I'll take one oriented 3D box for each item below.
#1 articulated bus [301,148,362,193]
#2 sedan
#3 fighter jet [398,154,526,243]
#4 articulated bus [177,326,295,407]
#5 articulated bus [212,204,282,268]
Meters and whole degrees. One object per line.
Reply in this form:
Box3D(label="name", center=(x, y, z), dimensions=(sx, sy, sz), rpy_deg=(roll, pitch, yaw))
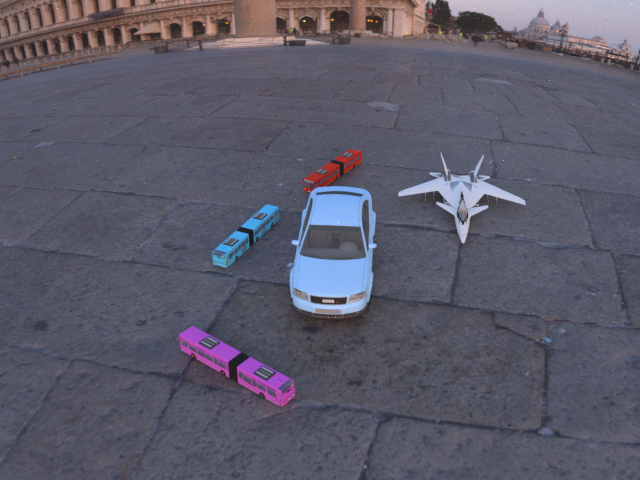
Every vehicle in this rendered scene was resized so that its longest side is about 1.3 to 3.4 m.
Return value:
Box3D(label="articulated bus", center=(0.263, -1.343, 13.488), dimensions=(0.311, 0.289, 1.749), rpy_deg=(18, 35, 28))
Box3D(label="sedan", center=(0.235, 0.004, 10.563), dimensions=(1.235, 0.940, 3.137), rpy_deg=(2, 31, 4))
Box3D(label="fighter jet", center=(2.485, -0.758, 12.232), dimensions=(2.229, 0.557, 2.640), rpy_deg=(4, 31, 7))
Box3D(label="articulated bus", center=(-1.056, 1.529, 8.617), dimensions=(1.749, 0.289, 0.311), rpy_deg=(21, 37, 32))
Box3D(label="articulated bus", center=(-1.167, -0.089, 11.361), dimensions=(0.311, 0.289, 1.749), rpy_deg=(13, 33, 21))
